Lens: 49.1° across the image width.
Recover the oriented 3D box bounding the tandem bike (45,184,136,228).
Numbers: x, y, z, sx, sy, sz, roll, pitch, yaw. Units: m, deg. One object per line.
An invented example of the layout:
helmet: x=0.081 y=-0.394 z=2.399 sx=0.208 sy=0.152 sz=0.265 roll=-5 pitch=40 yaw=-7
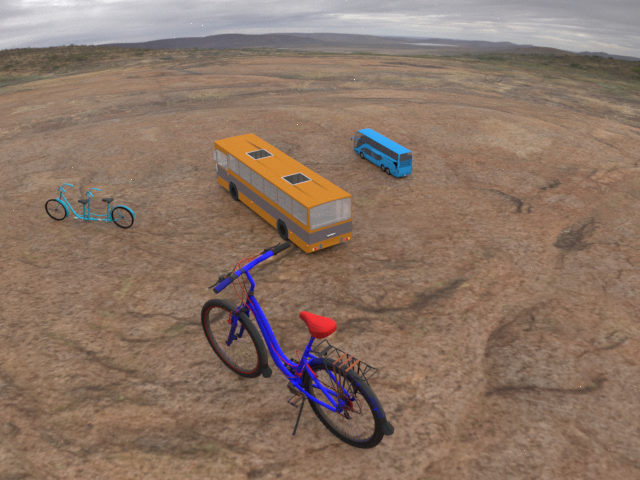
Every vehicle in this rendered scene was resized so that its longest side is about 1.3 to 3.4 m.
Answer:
tandem bike: x=-3.792 y=-0.553 z=11.466 sx=1.642 sy=0.682 sz=0.283 roll=6 pitch=30 yaw=11

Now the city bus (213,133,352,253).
city bus: x=-0.708 y=-0.835 z=11.757 sx=0.926 sy=0.894 sz=3.255 roll=-17 pitch=33 yaw=-28

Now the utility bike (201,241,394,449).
utility bike: x=-0.418 y=1.110 z=7.257 sx=2.791 sy=1.839 sz=1.039 roll=23 pitch=36 yaw=35

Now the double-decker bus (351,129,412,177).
double-decker bus: x=1.201 y=-1.737 z=13.757 sx=0.389 sy=0.541 sz=1.672 roll=-15 pitch=32 yaw=-25
